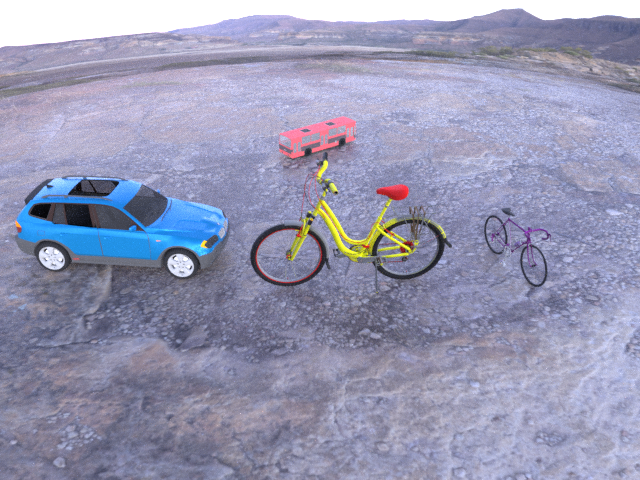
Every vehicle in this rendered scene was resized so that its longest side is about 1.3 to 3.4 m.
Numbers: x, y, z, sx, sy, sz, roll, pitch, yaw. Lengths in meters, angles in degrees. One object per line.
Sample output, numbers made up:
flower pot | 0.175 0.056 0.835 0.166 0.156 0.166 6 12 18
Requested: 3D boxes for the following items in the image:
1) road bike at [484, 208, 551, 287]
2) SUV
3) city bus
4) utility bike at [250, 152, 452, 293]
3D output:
road bike | 2.787 0.029 10.005 0.358 0.852 1.545 -10 31 -18
SUV | -2.872 -0.262 10.242 3.058 1.128 1.276 3 29 5
city bus | -0.030 -2.067 14.178 1.674 0.460 0.476 -21 35 -33
utility bike | 0.458 -0.133 9.279 2.791 1.839 1.039 -3 29 -6
